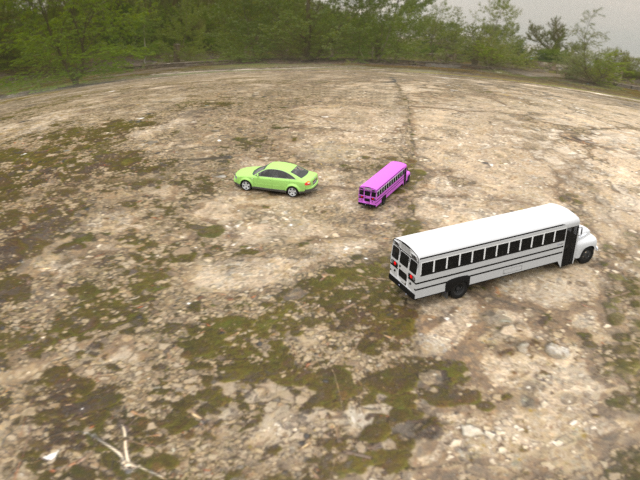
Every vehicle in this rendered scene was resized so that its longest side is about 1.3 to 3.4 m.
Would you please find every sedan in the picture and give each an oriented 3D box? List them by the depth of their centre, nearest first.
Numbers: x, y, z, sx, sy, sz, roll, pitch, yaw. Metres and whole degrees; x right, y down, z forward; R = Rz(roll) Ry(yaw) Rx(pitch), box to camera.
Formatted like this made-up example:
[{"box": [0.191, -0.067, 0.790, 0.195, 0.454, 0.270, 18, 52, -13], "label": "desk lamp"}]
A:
[{"box": [-0.830, -1.182, 12.995, 1.613, 0.483, 0.635, 9, 28, 17], "label": "sedan"}]

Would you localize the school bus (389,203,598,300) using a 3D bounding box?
[{"box": [2.590, 0.114, 10.006, 3.322, 0.844, 0.709, -12, 29, -23], "label": "school bus"}]

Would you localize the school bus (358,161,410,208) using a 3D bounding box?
[{"box": [1.211, -1.050, 12.785, 0.365, 0.434, 1.708, 13, 30, 25], "label": "school bus"}]
